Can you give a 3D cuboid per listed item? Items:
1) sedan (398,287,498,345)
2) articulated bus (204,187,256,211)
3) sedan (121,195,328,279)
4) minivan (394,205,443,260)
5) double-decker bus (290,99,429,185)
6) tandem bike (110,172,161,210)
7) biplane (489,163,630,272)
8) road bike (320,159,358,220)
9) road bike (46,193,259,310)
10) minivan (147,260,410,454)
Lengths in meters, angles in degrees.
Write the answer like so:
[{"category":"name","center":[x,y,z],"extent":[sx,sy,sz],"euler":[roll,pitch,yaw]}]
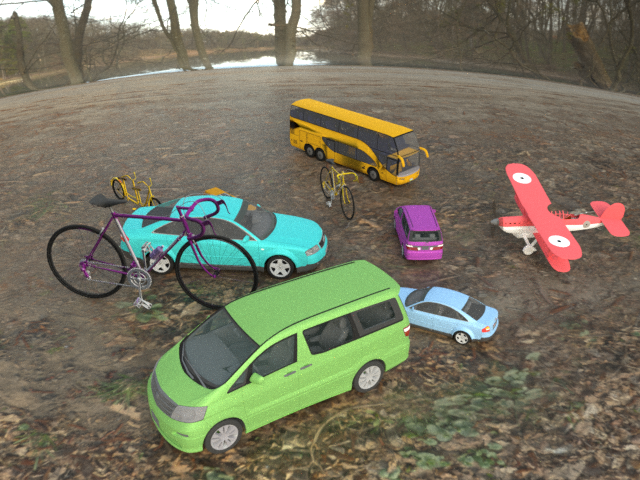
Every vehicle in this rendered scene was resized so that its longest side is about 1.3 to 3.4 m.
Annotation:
[{"category":"sedan","center":[1.532,0.904,9.218],"extent":[1.613,0.483,0.635],"euler":[14,31,24]},{"category":"articulated bus","center":[-1.395,-0.520,12.130],"extent":[0.311,0.289,1.749],"euler":[-23,36,-37]},{"category":"sedan","center":[-1.452,-0.123,10.678],"extent":[3.137,0.940,1.235],"euler":[2,28,4]},{"category":"minivan","center":[1.559,-0.224,11.216],"extent":[0.681,0.616,1.548],"euler":[-1,28,-2]},{"category":"double-decker bus","center":[0.671,-1.997,14.113],"extent":[0.756,1.052,3.251],"euler":[-24,36,-38]},{"category":"tandem bike","center":[-3.253,-0.859,12.350],"extent":[1.642,0.682,0.283],"euler":[24,36,38]},{"category":"biplane","center":[3.705,-0.269,10.911],"extent":[2.120,0.981,2.598],"euler":[-2,28,-4]},{"category":"road bike","center":[0.292,-0.956,12.351],"extent":[0.358,0.852,1.545],"euler":[-11,30,-19]},{"category":"road bike","center":[-2.297,0.157,9.377],"extent":[3.004,1.656,0.697],"euler":[4,28,8]},{"category":"minivan","center":[-0.440,1.218,7.857],"extent":[3.011,1.197,1.324],"euler":[-16,32,-28]}]
